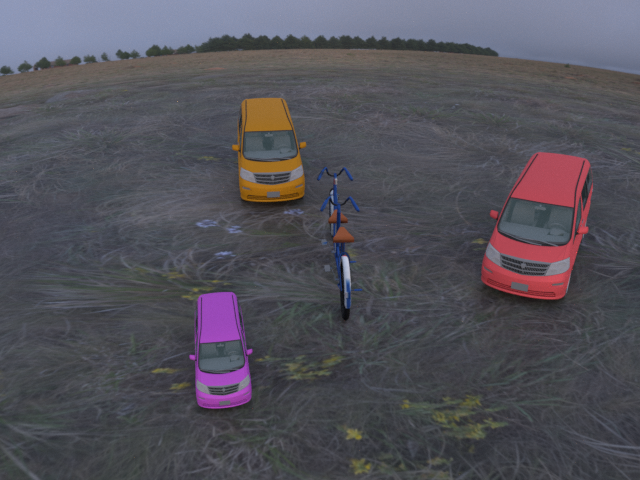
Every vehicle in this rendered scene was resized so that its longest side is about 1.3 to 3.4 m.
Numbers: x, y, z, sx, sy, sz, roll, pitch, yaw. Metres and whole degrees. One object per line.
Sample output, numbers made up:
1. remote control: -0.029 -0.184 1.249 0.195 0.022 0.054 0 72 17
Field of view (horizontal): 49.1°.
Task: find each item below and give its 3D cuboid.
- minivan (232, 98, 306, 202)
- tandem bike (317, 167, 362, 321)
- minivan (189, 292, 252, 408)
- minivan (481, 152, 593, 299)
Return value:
1. minivan: -0.970 -1.722 13.089 1.324 1.197 3.011 -3 27 -6
2. tandem bike: 0.257 -0.123 9.773 0.550 1.326 3.192 -1 27 -2
3. minivan: -1.122 1.213 7.910 0.681 0.616 1.548 -4 27 -9
4. minivan: 3.249 -0.279 10.226 1.324 1.197 3.011 12 29 22
